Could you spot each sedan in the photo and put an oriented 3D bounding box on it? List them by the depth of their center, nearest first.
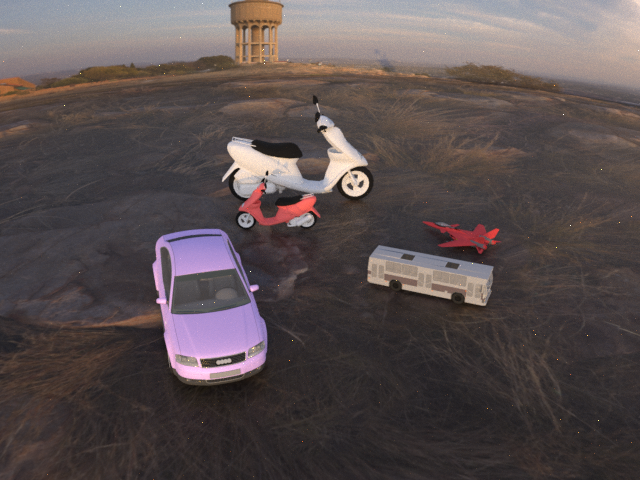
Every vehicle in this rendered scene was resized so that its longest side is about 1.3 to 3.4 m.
[{"bbox_3d":[-1.458,0.639,8.879,1.235,0.940,3.137,-7,27,-14],"label":"sedan"}]

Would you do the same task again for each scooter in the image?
[{"bbox_3d":[-0.697,-0.602,11.462,1.399,0.919,0.662,-1,26,-1],"label":"scooter"},{"bbox_3d":[-0.388,-1.528,12.377,2.721,1.786,1.288,-1,26,-2],"label":"scooter"}]

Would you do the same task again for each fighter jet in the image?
[{"bbox_3d":[2.200,-0.175,11.306,1.147,0.286,1.358,-23,34,-39],"label":"fighter jet"}]

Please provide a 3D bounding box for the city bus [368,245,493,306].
[{"bbox_3d":[1.517,0.500,9.714,1.674,0.460,0.476,11,28,21],"label":"city bus"}]
